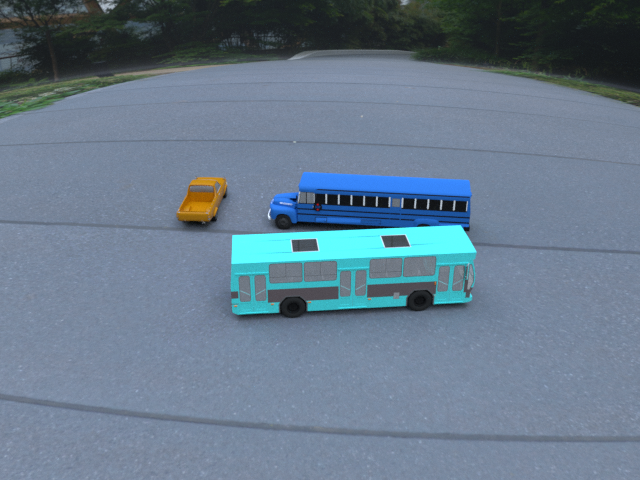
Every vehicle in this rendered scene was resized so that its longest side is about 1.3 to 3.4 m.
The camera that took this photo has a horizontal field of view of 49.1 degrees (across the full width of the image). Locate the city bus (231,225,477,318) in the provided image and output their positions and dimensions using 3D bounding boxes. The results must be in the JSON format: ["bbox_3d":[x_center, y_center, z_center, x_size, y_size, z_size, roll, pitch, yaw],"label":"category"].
[{"bbox_3d":[0.421,0.435,9.573,3.255,0.894,0.926,-3,28,-5],"label":"city bus"}]

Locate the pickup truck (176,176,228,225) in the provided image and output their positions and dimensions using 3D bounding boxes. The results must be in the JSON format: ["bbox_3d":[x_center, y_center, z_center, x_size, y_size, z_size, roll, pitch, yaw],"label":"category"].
[{"bbox_3d":[-2.036,-0.752,12.186,0.640,0.511,1.603,2,28,3],"label":"pickup truck"}]

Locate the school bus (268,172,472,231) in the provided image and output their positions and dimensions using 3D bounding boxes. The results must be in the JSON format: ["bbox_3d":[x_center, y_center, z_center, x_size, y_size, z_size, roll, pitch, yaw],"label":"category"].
[{"bbox_3d":[0.794,-0.612,11.573,3.322,0.844,0.709,3,28,6],"label":"school bus"}]
